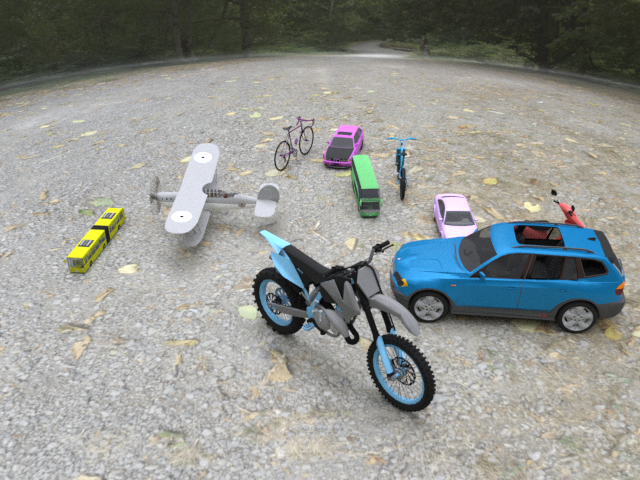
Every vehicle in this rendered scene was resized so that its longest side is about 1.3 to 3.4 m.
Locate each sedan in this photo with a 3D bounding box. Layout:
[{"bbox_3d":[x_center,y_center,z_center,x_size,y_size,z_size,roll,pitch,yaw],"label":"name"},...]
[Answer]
[{"bbox_3d":[2.209,-0.347,11.375,0.635,0.483,1.613,1,29,1],"label":"sedan"}]

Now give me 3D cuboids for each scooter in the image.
[{"bbox_3d":[3.490,-0.211,10.677,1.399,0.919,0.662,-6,29,-11],"label":"scooter"}]

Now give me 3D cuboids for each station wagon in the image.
[{"bbox_3d":[0.493,-1.943,14.280,0.682,0.473,1.597,6,29,11],"label":"station wagon"}]

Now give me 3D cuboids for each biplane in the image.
[{"bbox_3d":[-1.714,-0.636,11.385,2.120,0.981,2.598,1,29,3],"label":"biplane"}]

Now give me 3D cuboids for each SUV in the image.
[{"bbox_3d":[2.479,0.384,9.381,3.058,1.128,1.276,3,29,6],"label":"SUV"}]

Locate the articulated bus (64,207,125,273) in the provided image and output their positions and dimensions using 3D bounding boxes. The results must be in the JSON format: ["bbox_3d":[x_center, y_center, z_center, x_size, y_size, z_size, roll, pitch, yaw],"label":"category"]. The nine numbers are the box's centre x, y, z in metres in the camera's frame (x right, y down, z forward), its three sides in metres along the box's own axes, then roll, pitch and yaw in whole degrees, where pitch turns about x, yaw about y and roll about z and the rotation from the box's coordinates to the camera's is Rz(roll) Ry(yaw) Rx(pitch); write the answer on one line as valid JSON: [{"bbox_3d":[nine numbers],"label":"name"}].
[{"bbox_3d":[-3.496,-0.035,11.011,0.311,0.289,1.749,3,29,6],"label":"articulated bus"}]

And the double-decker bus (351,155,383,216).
[{"bbox_3d":[0.802,-0.964,12.435,0.389,0.541,1.672,-2,29,-3],"label":"double-decker bus"}]

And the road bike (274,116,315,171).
[{"bbox_3d":[-0.502,-1.946,13.894,0.358,0.852,1.545,15,32,25],"label":"road bike"}]

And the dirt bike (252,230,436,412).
[{"bbox_3d":[0.185,0.785,8.097,1.024,1.666,2.903,-25,38,-38],"label":"dirt bike"}]

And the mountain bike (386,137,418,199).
[{"bbox_3d":[1.494,-1.361,12.817,0.573,0.868,1.469,1,29,2],"label":"mountain bike"}]
